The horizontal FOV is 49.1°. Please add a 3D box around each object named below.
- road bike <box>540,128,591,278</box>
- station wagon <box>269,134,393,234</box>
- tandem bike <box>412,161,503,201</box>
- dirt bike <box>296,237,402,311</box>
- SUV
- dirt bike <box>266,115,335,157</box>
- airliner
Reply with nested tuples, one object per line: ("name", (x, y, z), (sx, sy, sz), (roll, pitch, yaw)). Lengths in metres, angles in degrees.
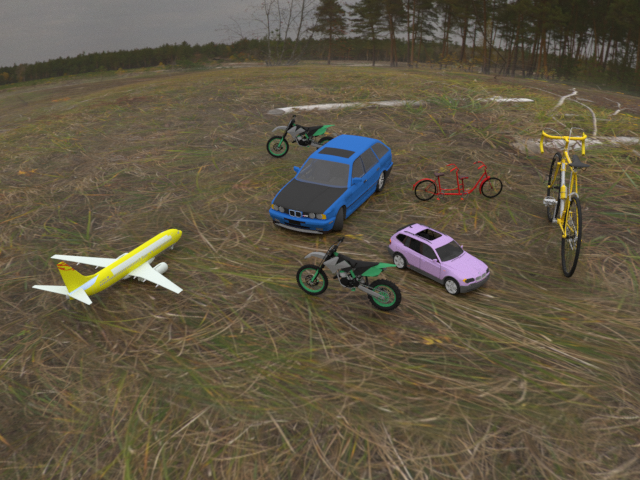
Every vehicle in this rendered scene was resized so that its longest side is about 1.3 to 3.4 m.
("road bike", (3.721, -0.676, 10.639), (0.696, 1.656, 3.004), (4, 27, 9))
("station wagon", (0.257, -1.088, 12.253), (1.327, 0.920, 3.105), (12, 30, 22))
("tandem bike", (2.454, -1.032, 12.405), (1.642, 0.682, 0.283), (-2, 27, -5))
("dirt bike", (0.366, 0.466, 9.282), (1.493, 0.857, 0.527), (10, 29, 19))
("SUV", (1.688, 0.230, 10.047), (0.656, 0.580, 1.572), (-22, 34, -37))
("dirt bike", (-0.354, -2.073, 14.250), (1.493, 0.857, 0.527), (0, 27, 0))
("airliner", (-2.734, 0.178, 9.868), (2.257, 0.835, 2.541), (13, 30, 23))
